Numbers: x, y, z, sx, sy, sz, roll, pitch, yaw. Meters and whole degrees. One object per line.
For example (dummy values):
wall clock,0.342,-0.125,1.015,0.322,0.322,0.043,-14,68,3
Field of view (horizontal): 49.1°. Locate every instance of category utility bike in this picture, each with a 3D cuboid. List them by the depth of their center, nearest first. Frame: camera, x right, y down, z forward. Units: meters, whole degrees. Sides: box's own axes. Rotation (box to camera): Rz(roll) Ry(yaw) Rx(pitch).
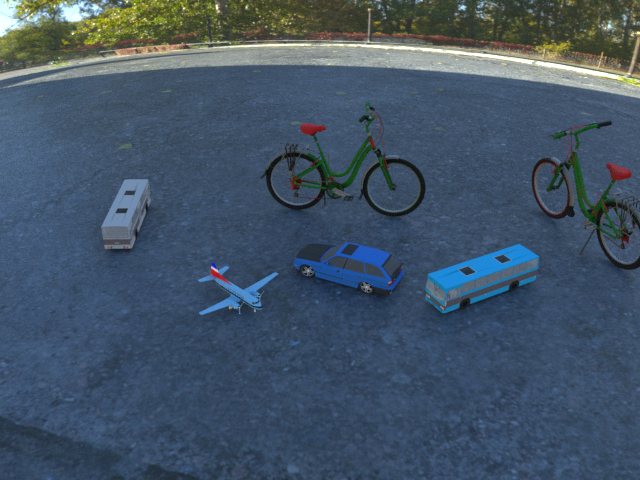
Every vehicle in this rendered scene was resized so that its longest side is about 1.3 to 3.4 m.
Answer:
utility bike,4.031,-0.755,10.604,1.039,1.839,2.791,-11,32,-18
utility bike,0.375,-1.331,11.582,2.791,1.839,1.039,5,31,8

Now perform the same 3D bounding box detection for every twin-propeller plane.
twin-propeller plane,-1.161,0.660,9.611,1.095,0.407,1.370,26,39,37

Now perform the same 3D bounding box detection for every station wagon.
station wagon,0.397,0.325,10.114,1.597,0.473,0.682,14,33,22

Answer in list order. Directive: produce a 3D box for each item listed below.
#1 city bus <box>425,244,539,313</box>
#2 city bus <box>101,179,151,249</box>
city bus,2.268,0.541,9.760,1.674,0.460,0.476,-16,34,-25
city bus,-3.125,-0.425,11.401,0.476,0.460,1.674,-1,31,-1
